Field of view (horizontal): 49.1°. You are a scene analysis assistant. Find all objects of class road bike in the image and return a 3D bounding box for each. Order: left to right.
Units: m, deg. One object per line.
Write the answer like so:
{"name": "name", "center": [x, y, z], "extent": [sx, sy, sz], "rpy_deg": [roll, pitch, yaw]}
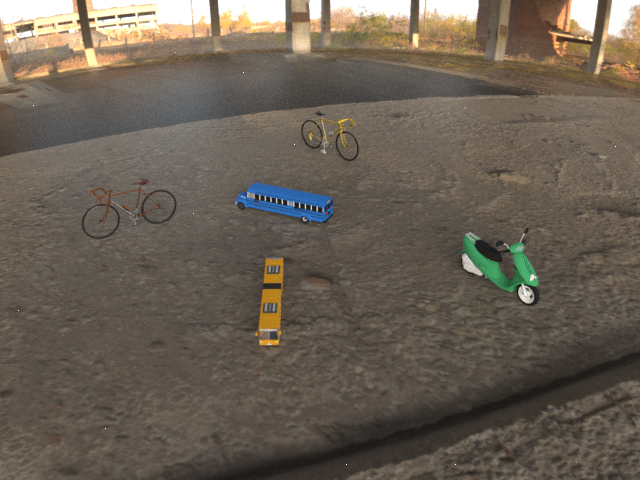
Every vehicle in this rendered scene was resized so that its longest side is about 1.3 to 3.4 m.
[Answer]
{"name": "road bike", "center": [-3.005, -0.522, 11.053], "extent": [1.545, 0.852, 0.358], "rpy_deg": [-17, 33, -28]}
{"name": "road bike", "center": [0.182, -2.100, 13.878], "extent": [1.545, 0.852, 0.358], "rpy_deg": [25, 37, 37]}

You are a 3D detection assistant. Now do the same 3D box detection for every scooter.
{"name": "scooter", "center": [2.455, 0.263, 9.579], "extent": [0.662, 0.919, 1.399], "rpy_deg": [-21, 35, -33]}

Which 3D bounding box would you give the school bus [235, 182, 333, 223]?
{"name": "school bus", "center": [-0.622, -0.630, 11.675], "extent": [1.708, 0.434, 0.365], "rpy_deg": [12, 32, 21]}

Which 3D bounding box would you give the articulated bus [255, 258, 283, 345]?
{"name": "articulated bus", "center": [-0.640, 0.776, 9.306], "extent": [0.311, 0.289, 1.749], "rpy_deg": [0, 29, -1]}
